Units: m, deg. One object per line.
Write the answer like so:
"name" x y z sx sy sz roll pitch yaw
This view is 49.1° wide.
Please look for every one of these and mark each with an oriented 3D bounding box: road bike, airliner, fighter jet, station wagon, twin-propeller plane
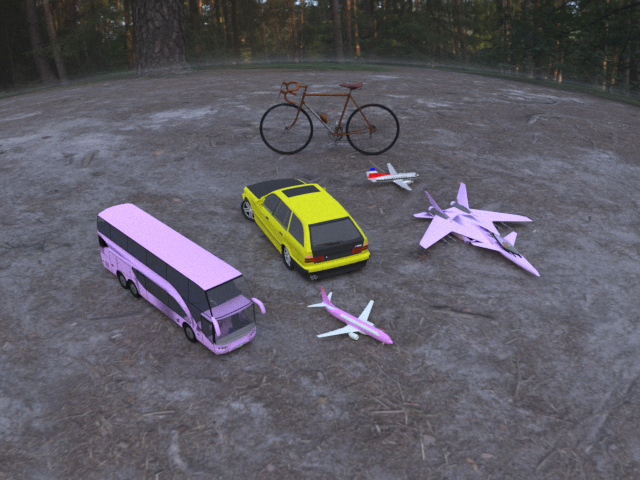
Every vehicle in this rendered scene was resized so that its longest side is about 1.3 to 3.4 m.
"road bike" 0.203 -2.588 14.891 3.004 1.656 0.697 1 29 1
"airliner" 0.469 1.036 9.501 1.307 0.429 1.161 23 36 36
"fighter jet" 2.752 -0.166 11.583 2.229 0.557 2.640 -13 31 -23
"station wagon" -0.340 -0.438 11.702 1.327 0.920 3.105 -12 31 -21
"twin-propeller plane" 1.467 -1.275 13.782 1.095 0.407 1.370 -6 29 -11

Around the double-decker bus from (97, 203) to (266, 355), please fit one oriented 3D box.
"double-decker bus" -2.072 0.494 9.848 0.756 1.052 3.251 -24 36 -37
